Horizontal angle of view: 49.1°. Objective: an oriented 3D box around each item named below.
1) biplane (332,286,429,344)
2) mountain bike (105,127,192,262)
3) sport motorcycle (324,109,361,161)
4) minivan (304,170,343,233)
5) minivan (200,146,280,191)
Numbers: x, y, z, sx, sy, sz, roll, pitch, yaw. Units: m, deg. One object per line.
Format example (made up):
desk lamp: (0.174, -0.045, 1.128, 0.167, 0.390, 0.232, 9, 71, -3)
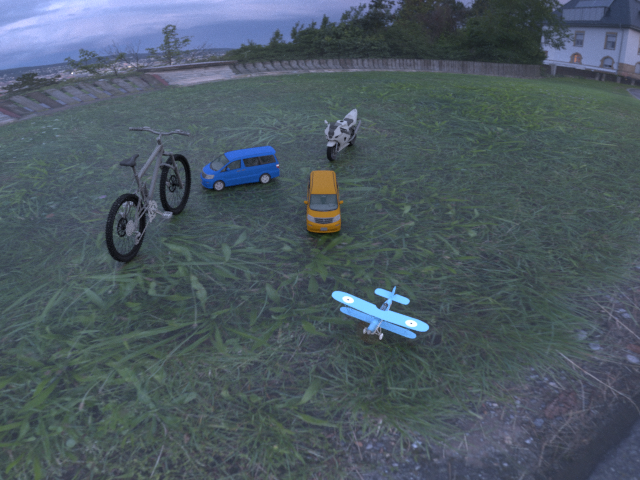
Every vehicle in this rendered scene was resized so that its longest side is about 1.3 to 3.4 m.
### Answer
biplane: (0.847, 0.986, 9.384, 1.336, 0.504, 1.090, 12, 30, 21)
mountain bike: (-2.798, -0.856, 11.599, 1.114, 1.688, 2.857, 7, 29, 13)
sport motorcycle: (0.482, -2.300, 15.251, 0.506, 0.821, 1.520, 12, 30, 21)
minivan: (0.060, -0.688, 12.427, 0.681, 0.616, 1.548, 0, 28, 0)
minivan: (-1.593, -1.433, 13.833, 1.548, 0.616, 0.681, -11, 30, -19)
